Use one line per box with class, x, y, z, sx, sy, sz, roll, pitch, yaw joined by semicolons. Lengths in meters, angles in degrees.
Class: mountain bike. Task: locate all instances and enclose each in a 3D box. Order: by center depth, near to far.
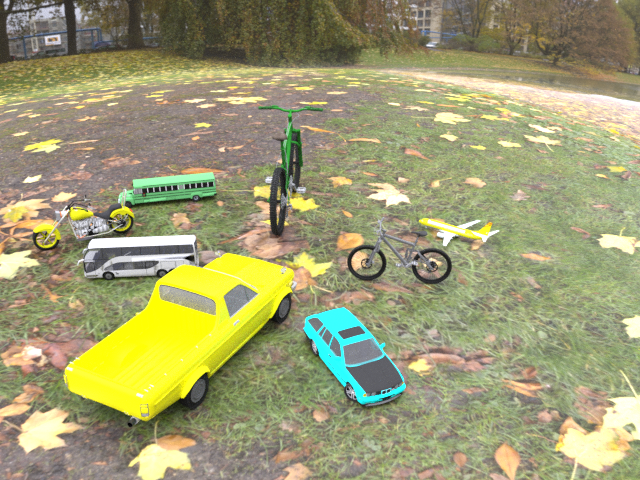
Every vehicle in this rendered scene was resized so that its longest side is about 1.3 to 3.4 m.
mountain bike;1.115;0.205;9.798;1.469;0.868;0.573;3;27;6
mountain bike;-0.558;-1.281;11.842;1.114;1.688;2.857;3;27;6

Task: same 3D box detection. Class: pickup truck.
pickup truck;-1.476;0.934;8.209;1.244;0.993;3.117;13;29;24

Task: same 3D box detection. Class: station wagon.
station wagon;0.377;1.280;8.099;0.682;0.473;1.597;-12;29;-23

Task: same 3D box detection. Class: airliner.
airliner;2.152;-0.244;11.179;1.307;0.429;1.161;20;33;34

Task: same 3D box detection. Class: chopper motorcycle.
chopper motorcycle;-3.707;-0.324;10.969;1.563;0.761;0.466;-13;29;-24

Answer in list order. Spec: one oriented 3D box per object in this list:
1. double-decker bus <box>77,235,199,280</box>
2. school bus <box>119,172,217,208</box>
double-decker bus;-2.598;0.247;10.078;1.672;0.541;0.389;-2;27;-5
school bus;-2.719;-0.893;12.464;1.708;0.434;0.365;-7;28;-14
